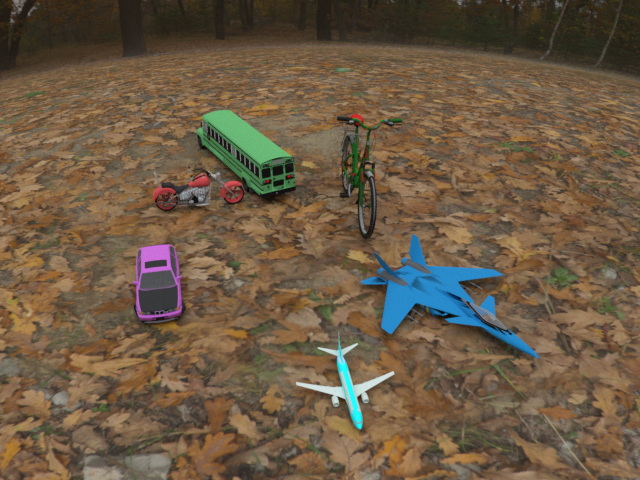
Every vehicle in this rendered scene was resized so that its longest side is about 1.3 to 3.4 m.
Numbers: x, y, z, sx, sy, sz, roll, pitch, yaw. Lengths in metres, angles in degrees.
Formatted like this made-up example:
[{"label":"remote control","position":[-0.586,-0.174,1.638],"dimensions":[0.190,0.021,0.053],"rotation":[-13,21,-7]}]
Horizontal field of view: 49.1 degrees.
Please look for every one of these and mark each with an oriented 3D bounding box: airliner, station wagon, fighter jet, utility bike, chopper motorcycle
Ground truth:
[{"label":"airliner","position":[0.322,1.597,7.979],"dimensions":[1.161,0.429,1.307],"rotation":[-5,30,-8]},{"label":"station wagon","position":[-2.263,0.548,9.764],"dimensions":[0.682,0.473,1.597],"rotation":[-6,30,-11]},{"label":"fighter jet","position":[1.835,0.770,9.293],"dimensions":[2.229,0.557,2.640],"rotation":[-22,36,-33]},{"label":"utility bike","position":[0.727,-1.312,11.634],"dimensions":[1.039,1.839,2.791],"rotation":[-4,30,-7]},{"label":"chopper motorcycle","position":[-2.087,-0.905,12.008],"dimensions":[1.563,0.761,0.466],"rotation":[-9,31,-15]}]

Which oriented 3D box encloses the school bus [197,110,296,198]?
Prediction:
[{"label":"school bus","position":[-1.523,-1.741,13.381],"dimensions":[0.709,0.844,3.322],"rotation":[-16,33,-25]}]
